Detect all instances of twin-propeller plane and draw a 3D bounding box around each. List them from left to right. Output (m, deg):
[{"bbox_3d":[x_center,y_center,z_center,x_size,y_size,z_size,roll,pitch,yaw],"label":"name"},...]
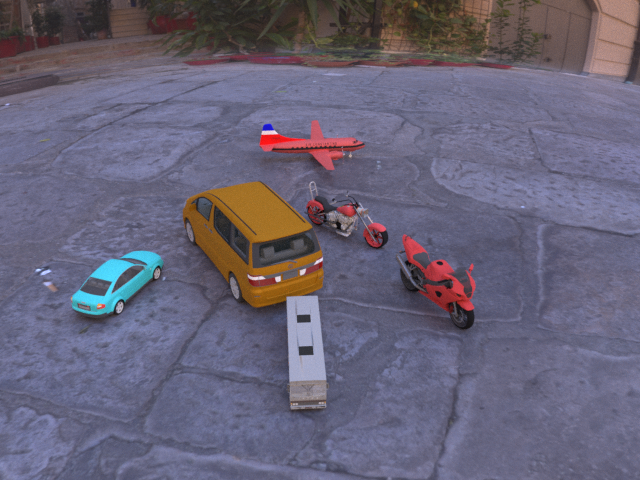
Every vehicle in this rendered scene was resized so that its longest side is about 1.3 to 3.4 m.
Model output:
[{"bbox_3d":[-0.141,-1.975,13.948,2.129,0.792,2.663,-3,30,-6],"label":"twin-propeller plane"}]

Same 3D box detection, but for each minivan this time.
[{"bbox_3d":[-1.096,-0.172,10.343,1.324,1.197,3.011,-15,33,-25],"label":"minivan"}]

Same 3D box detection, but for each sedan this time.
[{"bbox_3d":[-2.811,0.530,9.825,0.635,0.483,1.613,11,31,19],"label":"sedan"}]

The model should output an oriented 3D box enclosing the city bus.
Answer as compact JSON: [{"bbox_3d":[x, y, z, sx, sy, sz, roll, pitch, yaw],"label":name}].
[{"bbox_3d":[-0.181,1.325,8.442,0.476,0.460,1.674,-2,30,-3],"label":"city bus"}]

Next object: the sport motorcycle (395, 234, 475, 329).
[{"bbox_3d":[1.567,0.557,9.434,0.506,0.821,1.520,-16,33,-26],"label":"sport motorcycle"}]

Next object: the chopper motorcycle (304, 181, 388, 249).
[{"bbox_3d":[0.413,-0.404,11.197,1.563,0.761,0.466,21,36,32],"label":"chopper motorcycle"}]
